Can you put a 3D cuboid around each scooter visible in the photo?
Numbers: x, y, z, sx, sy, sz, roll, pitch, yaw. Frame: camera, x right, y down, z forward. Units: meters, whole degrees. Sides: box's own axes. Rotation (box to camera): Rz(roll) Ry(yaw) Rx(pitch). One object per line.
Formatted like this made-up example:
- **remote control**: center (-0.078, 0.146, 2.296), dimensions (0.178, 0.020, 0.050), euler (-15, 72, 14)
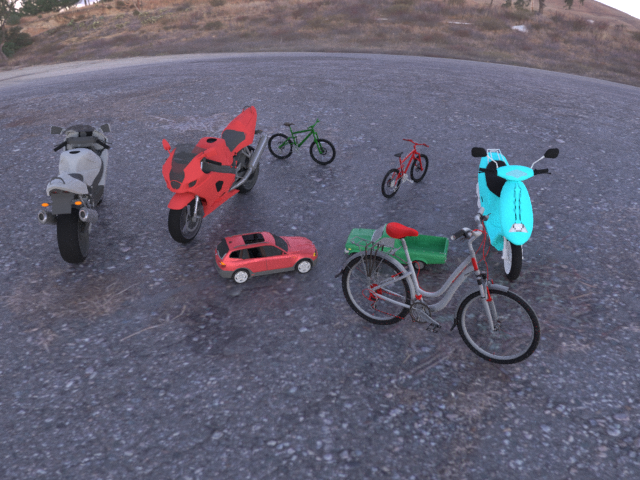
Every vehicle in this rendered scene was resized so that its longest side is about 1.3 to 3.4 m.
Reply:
- **scooter**: center (2.885, -0.727, 10.977), dimensions (1.288, 1.786, 2.721), euler (1, 29, 2)

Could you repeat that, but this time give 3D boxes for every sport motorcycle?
- **sport motorcycle**: center (-1.774, -1.170, 11.958), dimensions (0.983, 1.596, 2.955), euler (11, 31, 19)
- **sport motorcycle**: center (-3.904, -0.857, 11.402), dimensions (0.983, 1.596, 2.955), euler (-4, 30, -6)

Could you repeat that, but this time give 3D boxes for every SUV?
- **SUV**: center (-0.813, 0.191, 10.575), dimensions (1.572, 0.580, 0.656), euler (-9, 30, -15)

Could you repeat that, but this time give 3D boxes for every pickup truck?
- **pickup truck**: center (1.193, 0.063, 10.874), dimensions (1.603, 0.511, 0.640), euler (7, 30, 12)

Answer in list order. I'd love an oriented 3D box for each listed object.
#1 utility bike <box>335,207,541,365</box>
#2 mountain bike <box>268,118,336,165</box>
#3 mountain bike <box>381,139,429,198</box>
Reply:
- **utility bike**: center (1.466, 0.451, 8.830), dimensions (2.791, 1.839, 1.039), euler (16, 33, 26)
- **mountain bike**: center (-0.379, -1.980, 14.139), dimensions (1.469, 0.868, 0.573), euler (10, 31, 17)
- **mountain bike**: center (1.604, -1.336, 12.996), dimensions (0.573, 0.868, 1.469), euler (23, 37, 35)
